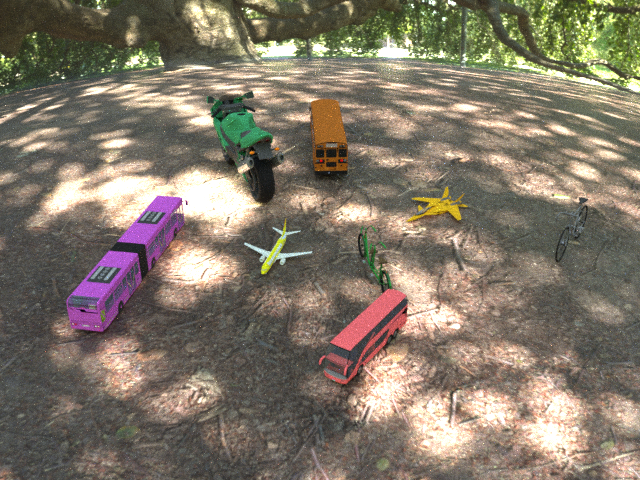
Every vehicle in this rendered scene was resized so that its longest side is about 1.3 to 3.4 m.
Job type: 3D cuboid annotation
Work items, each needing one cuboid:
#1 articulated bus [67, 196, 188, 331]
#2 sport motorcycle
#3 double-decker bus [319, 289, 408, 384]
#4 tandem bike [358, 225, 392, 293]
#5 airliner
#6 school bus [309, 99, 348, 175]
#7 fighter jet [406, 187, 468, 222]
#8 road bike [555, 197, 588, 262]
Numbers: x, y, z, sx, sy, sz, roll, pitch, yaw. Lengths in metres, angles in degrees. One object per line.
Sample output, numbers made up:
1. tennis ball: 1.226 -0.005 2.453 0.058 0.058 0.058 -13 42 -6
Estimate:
1. articulated bus: -2.902 0.242 10.939 0.605 0.561 3.401 5 29 8
2. sport motorcycle: -1.490 -1.876 13.696 0.983 1.596 2.955 -12 31 -20
3. double-decker bus: 0.614 1.250 9.139 0.389 0.541 1.672 18 34 30
4. tandem bike: 0.828 0.261 10.781 0.283 0.682 1.642 -7 30 -12
5. airliner: -0.727 0.113 11.309 1.161 0.429 1.307 7 30 13
6. school bus: 0.156 -2.333 15.298 0.709 0.844 3.322 -1 29 -2
7. fighter jet: 2.041 -0.605 12.753 1.358 0.286 1.147 -22 36 -34
8. road bike: 4.158 -0.227 11.486 0.358 0.852 1.545 19 34 30
